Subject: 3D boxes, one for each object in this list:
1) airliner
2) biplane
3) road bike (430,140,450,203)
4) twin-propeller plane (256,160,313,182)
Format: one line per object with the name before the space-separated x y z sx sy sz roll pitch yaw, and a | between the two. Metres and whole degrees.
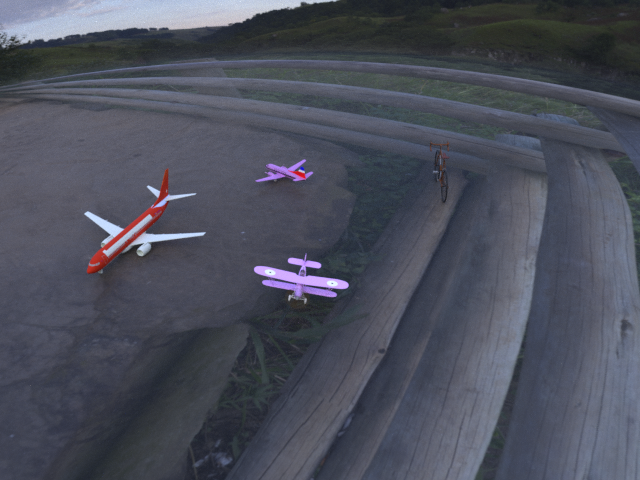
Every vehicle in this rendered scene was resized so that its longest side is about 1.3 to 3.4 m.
airliner | -3.025 -0.309 11.306 2.257 0.835 2.541 10 31 17
biplane | -0.248 0.572 10.094 1.336 0.504 1.090 2 30 4
road bike | 2.264 -1.320 13.062 0.358 0.852 1.545 0 30 1
twin-propeller plane | -0.676 -1.353 13.569 1.095 0.407 1.370 24 37 35
